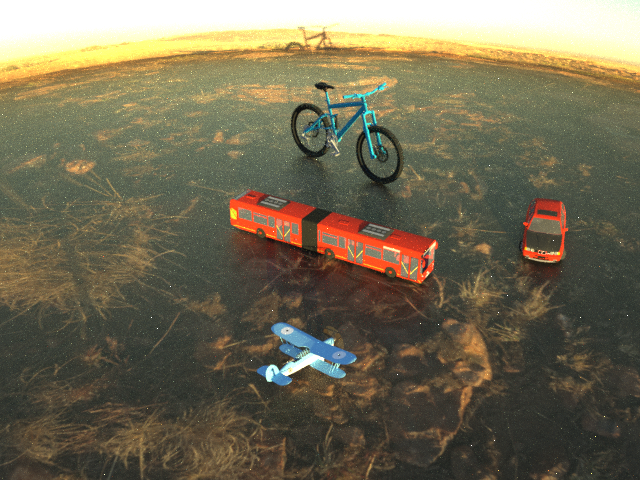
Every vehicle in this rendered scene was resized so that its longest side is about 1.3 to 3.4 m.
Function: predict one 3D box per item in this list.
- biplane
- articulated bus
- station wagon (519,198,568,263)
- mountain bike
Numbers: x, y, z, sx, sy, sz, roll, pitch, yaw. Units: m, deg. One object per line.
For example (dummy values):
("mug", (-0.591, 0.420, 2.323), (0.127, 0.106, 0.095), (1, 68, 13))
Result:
("biplane", (-0.214, 1.371, 8.115), (1.090, 0.504, 1.336), (-25, 38, -37))
("articulated bus", (0.123, -0.102, 10.665), (3.401, 0.561, 0.605), (16, 33, 27))
("station wagon", (3.513, -0.203, 10.933), (0.682, 0.473, 1.597), (9, 31, 16))
("mountain bike", (0.443, -2.100, 13.058), (2.857, 1.688, 1.114), (26, 39, 38))
